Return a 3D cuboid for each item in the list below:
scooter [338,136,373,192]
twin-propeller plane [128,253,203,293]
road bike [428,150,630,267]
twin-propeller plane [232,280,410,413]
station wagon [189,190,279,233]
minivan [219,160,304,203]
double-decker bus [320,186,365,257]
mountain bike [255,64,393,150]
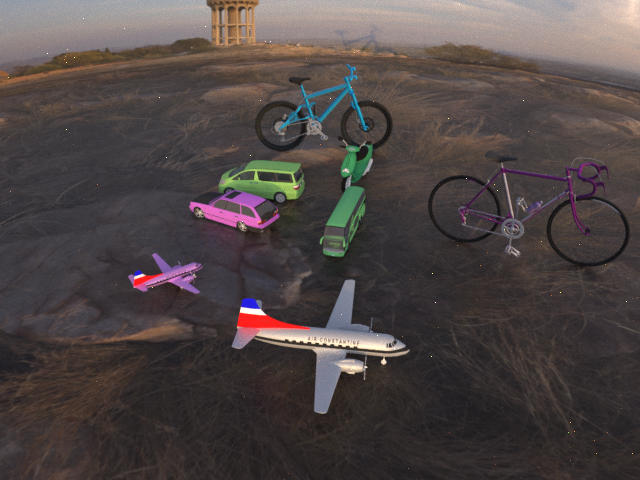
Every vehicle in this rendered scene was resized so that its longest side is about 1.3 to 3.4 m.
[{"bbox_3d":[0.696,-1.521,13.151,0.662,0.919,1.399,12,31,21],"label":"scooter"},{"bbox_3d":[-2.171,0.472,10.059,1.095,0.407,1.370,-20,35,-32],"label":"twin-propeller plane"},{"bbox_3d":[3.111,-0.517,10.560,3.004,1.656,0.697,12,31,21],"label":"road bike"},{"bbox_3d":[0.027,1.117,8.487,2.129,0.792,2.663,4,29,8],"label":"twin-propeller plane"},{"bbox_3d":[-1.482,-0.564,11.874,1.597,0.473,0.682,17,33,28],"label":"station wagon"},{"bbox_3d":[-1.073,-1.100,12.700,1.548,0.616,0.681,6,29,11],"label":"minivan"},{"bbox_3d":[0.403,-0.302,11.327,0.389,0.541,1.672,7,30,13],"label":"double-decker bus"},{"bbox_3d":[0.082,-2.616,14.344,2.857,1.688,1.114,0,29,0],"label":"mountain bike"}]
